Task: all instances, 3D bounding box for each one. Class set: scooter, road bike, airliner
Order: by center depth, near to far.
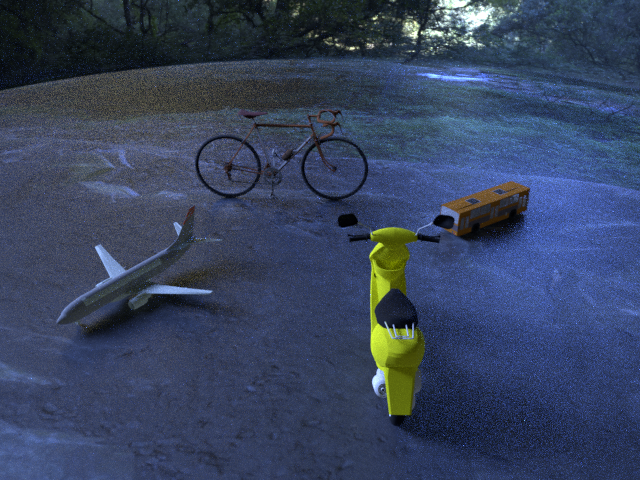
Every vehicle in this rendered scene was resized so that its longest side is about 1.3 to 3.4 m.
[{"bbox_3d":[0.826,0.658,7.815,1.288,1.786,2.721,1,28,1],"label":"scooter"},{"bbox_3d":[-2.516,0.334,9.446,2.257,0.835,2.541,18,33,31],"label":"airliner"},{"bbox_3d":[-0.673,-1.465,11.970,3.004,1.656,0.697,2,28,3],"label":"road bike"}]

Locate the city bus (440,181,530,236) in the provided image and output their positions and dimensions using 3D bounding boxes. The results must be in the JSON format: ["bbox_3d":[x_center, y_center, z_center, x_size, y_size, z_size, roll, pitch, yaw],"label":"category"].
[{"bbox_3d":[2.702,-0.505,11.435,1.674,0.460,0.476,-18,33,-31],"label":"city bus"}]
